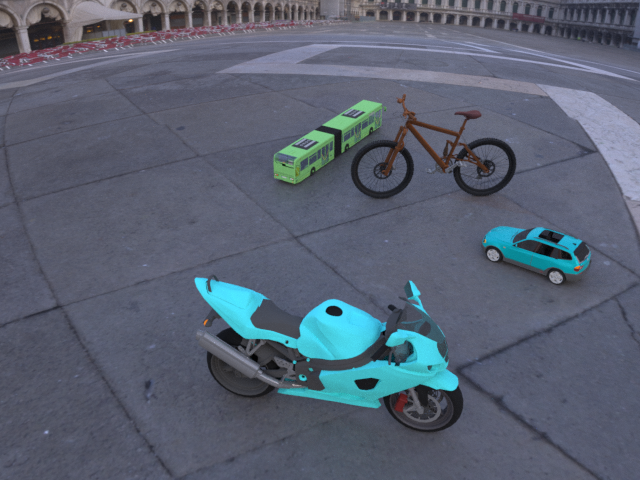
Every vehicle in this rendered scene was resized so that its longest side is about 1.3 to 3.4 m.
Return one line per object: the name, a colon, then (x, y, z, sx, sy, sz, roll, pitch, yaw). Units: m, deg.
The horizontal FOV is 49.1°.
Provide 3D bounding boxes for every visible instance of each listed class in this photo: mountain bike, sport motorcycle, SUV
mountain bike: (1.951, -1.486, 11.870, 2.857, 1.688, 1.114, -1, 31, -2)
sport motorcycle: (0.083, 1.224, 7.503, 2.955, 1.596, 0.983, 9, 32, 14)
SUV: (3.175, 0.120, 10.294, 1.572, 0.580, 0.656, 22, 37, 31)

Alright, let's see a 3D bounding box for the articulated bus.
articulated bus: (0.254, -1.992, 13.784, 0.605, 0.561, 3.401, 18, 36, 27)
